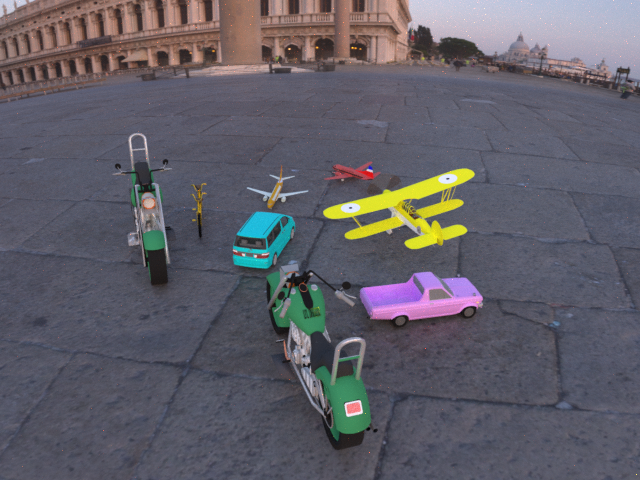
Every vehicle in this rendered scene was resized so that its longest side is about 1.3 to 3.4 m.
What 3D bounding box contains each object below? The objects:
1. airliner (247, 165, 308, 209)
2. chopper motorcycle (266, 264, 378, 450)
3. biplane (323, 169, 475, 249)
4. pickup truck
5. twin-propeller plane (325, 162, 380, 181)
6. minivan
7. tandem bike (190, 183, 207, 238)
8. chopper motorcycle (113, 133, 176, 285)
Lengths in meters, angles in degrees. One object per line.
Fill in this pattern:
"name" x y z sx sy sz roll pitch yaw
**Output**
"airliner" -0.814 -0.966 12.913 1.161 0.429 1.307 4 27 7
"chopper motorcycle" -0.125 0.975 7.815 0.906 1.480 3.040 -8 28 -16
"biplane" 1.398 -0.373 11.096 2.598 0.981 2.120 -9 28 -18
"pickup truck" 1.355 0.748 9.363 1.603 0.511 0.640 -6 27 -11
"twin-propeller plane" 0.641 -1.372 13.756 1.095 0.407 1.370 24 35 39
"minivan" -0.849 -0.099 10.954 0.681 0.616 1.548 6 27 13
"tandem bike" -2.061 -0.629 11.948 0.283 0.682 1.642 -4 27 -8
"chopper motorcycle" -2.690 -0.551 10.892 0.906 1.480 3.040 -8 27 -15
